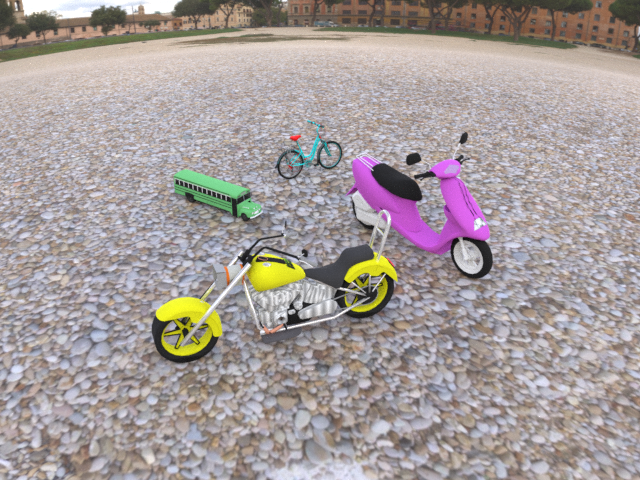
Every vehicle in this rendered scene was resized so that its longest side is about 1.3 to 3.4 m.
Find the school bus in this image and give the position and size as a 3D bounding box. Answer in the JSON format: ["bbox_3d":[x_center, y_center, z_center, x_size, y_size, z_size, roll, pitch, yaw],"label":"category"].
[{"bbox_3d":[-1.695,-0.754,11.615,1.708,0.434,0.365,19,35,30],"label":"school bus"}]

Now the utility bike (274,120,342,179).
[{"bbox_3d":[-0.226,-1.655,12.690,1.435,0.946,0.535,-17,34,-28],"label":"utility bike"}]

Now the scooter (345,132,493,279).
[{"bbox_3d":[1.390,-0.641,10.042,1.288,1.786,2.721,-25,38,-36],"label":"scooter"}]

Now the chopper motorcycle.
[{"bbox_3d":[-0.484,0.532,8.279,3.040,1.480,0.906,-10,31,-18],"label":"chopper motorcycle"}]
